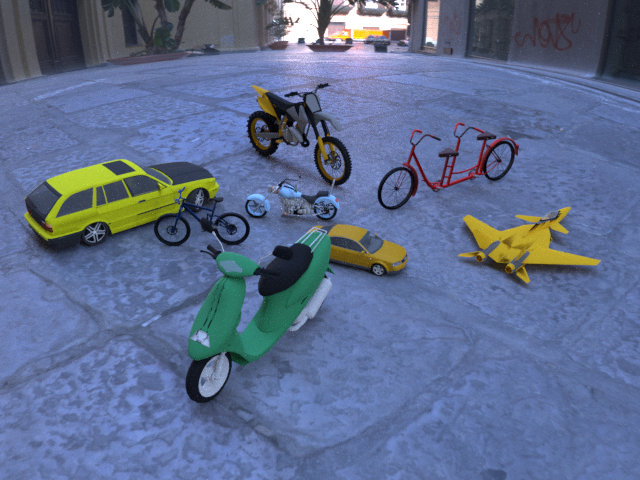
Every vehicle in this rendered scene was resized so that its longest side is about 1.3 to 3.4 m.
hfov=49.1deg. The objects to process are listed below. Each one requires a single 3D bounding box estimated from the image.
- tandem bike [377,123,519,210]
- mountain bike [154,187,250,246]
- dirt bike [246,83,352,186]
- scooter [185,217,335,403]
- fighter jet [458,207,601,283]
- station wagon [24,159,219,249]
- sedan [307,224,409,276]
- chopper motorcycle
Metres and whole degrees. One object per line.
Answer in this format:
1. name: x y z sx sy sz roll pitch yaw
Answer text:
1. tandem bike: 2.319 -1.404 12.198 3.192 1.326 0.550 -17 33 -27
2. mountain bike: -1.813 -0.302 10.684 1.469 0.868 0.573 -1 29 -2
3. dirt bike: -0.443 -2.102 13.103 1.024 1.666 2.903 -24 37 -37
4. scooter: -0.641 0.570 8.169 1.288 1.786 2.721 18 34 30
5. fighter jet: 3.342 -0.219 10.855 2.229 0.557 2.640 23 37 36
6. station wagon: -3.187 -0.796 11.520 3.105 0.920 1.327 -22 36 -34
7. sedan: 0.524 0.089 10.376 1.613 0.483 0.635 12 31 21
8. chopper motorcycle: -0.461 -0.688 11.490 1.563 0.761 0.466 4 29 6
